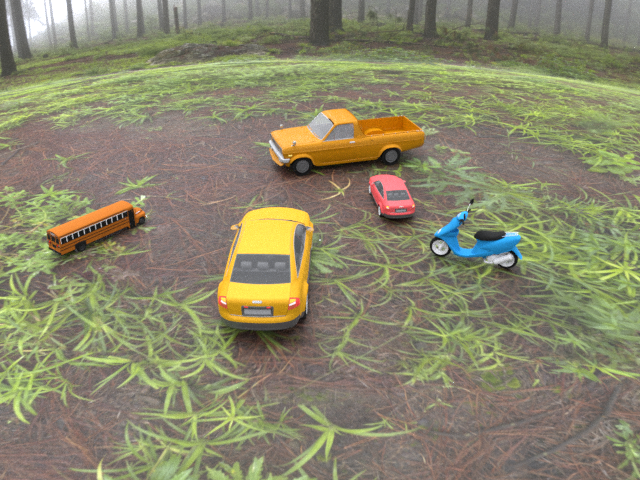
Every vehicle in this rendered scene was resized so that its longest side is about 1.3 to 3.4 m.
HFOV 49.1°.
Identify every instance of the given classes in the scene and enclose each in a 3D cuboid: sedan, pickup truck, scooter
[{"bbox_3d":[1.265,-0.858,12.483,0.635,0.483,1.613,-3,28,-6],"label":"sedan"},{"bbox_3d":[0.539,-2.106,14.272,3.117,0.993,1.244,-8,29,-15],"label":"pickup truck"},{"bbox_3d":[2.359,-0.064,10.541,1.399,0.919,0.662,11,30,19],"label":"scooter"},{"bbox_3d":[-0.721,0.185,10.054,1.235,0.940,3.137,1,28,2],"label":"sedan"}]

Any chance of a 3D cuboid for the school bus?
[{"bbox_3d":[-3.580,-0.239,11.380,0.365,0.434,1.708,21,34,33],"label":"school bus"}]
